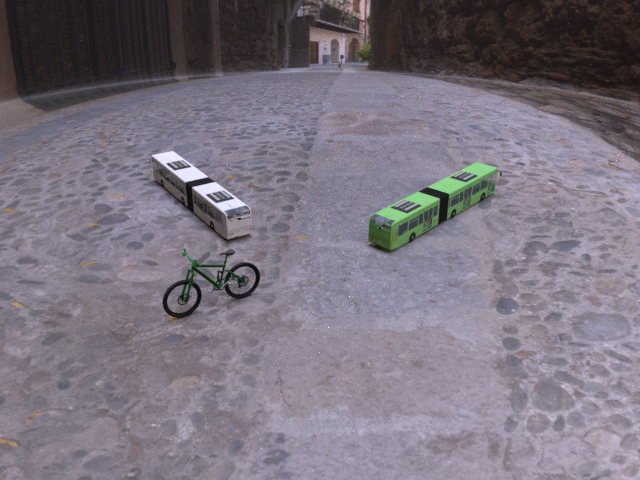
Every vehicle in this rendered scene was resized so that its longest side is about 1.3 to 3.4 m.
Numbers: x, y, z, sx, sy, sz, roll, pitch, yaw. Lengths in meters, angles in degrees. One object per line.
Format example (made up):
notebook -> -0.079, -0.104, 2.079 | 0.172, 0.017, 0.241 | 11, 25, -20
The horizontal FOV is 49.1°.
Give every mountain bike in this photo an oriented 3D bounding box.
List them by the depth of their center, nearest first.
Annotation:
mountain bike -> -1.490, 0.548, 9.666 | 1.469, 0.868, 0.573 | -16, 31, -29

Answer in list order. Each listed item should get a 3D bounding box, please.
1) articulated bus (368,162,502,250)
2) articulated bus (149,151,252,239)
articulated bus -> 2.098, -0.660, 12.395 | 0.605, 0.561, 3.401 | 22, 34, 37
articulated bus -> -2.249, -0.890, 12.852 | 0.605, 0.561, 3.401 | -16, 31, -29
